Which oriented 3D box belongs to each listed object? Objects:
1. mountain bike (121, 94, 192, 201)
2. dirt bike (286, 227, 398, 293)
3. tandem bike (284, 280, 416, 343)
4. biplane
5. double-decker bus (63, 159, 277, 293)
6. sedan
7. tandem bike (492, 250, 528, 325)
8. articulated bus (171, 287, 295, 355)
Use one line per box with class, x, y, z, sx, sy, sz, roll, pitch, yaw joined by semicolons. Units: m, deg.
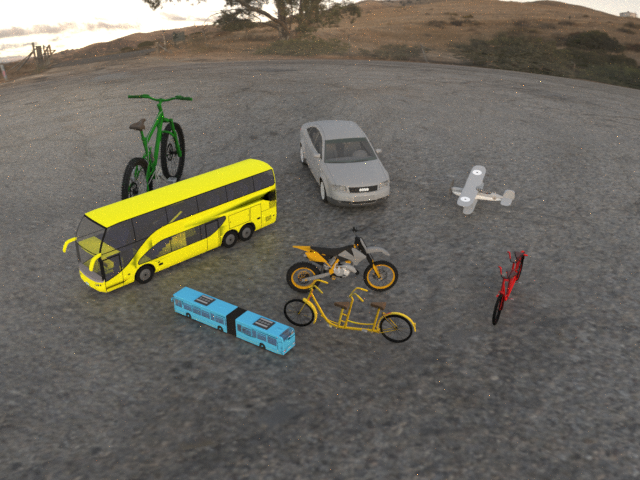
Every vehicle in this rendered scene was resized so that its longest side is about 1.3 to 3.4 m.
mountain bike;-2.748;-1.429;11.671;1.114;1.688;2.857;3;28;7
dirt bike;0.297;0.316;9.225;1.493;0.857;0.527;-1;28;-1
tandem bike;0.339;0.854;8.384;1.642;0.682;0.283;8;28;14
biplane;2.677;-0.754;11.657;1.090;0.504;1.336;11;29;20
double-decker bus;-2.012;-0.252;10.103;3.251;1.052;0.756;-25;36;-39
sedan;0.399;-1.548;12.708;1.235;0.940;3.137;-6;28;-11
tandem bike;2.479;0.485;9.090;0.283;0.682;1.642;13;30;23
articulated bus;-1.087;0.973;8.581;1.749;0.289;0.311;17;32;29
